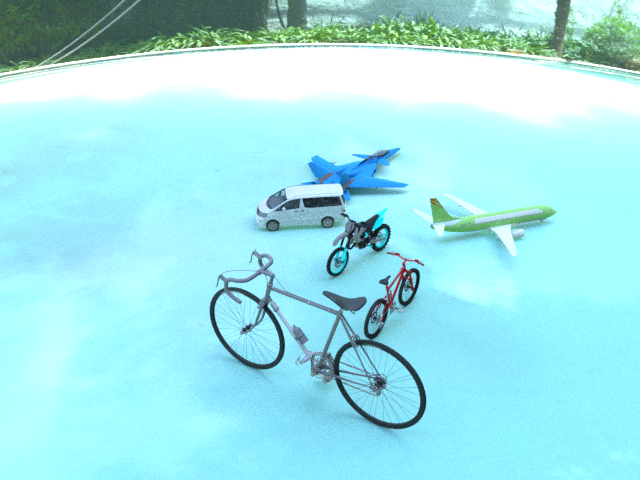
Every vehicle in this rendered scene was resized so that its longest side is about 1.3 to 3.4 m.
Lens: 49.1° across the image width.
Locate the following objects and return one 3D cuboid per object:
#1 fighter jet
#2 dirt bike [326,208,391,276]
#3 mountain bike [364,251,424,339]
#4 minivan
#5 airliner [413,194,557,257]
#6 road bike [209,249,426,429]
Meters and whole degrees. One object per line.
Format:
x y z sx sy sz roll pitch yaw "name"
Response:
0.871 -1.554 13.735 2.229 0.557 2.640 22 37 32 "fighter jet"
0.626 -0.020 10.801 0.527 0.857 1.493 25 39 36 "dirt bike"
1.008 0.722 9.514 0.573 0.868 1.469 19 35 30 "mountain bike"
-0.334 -0.583 12.008 1.548 0.616 0.681 -4 30 -6 "minivan"
2.898 -0.497 11.642 2.541 0.835 2.257 -10 32 -16 "airliner"
-0.132 1.131 8.028 3.004 1.656 0.697 18 35 28 "road bike"
